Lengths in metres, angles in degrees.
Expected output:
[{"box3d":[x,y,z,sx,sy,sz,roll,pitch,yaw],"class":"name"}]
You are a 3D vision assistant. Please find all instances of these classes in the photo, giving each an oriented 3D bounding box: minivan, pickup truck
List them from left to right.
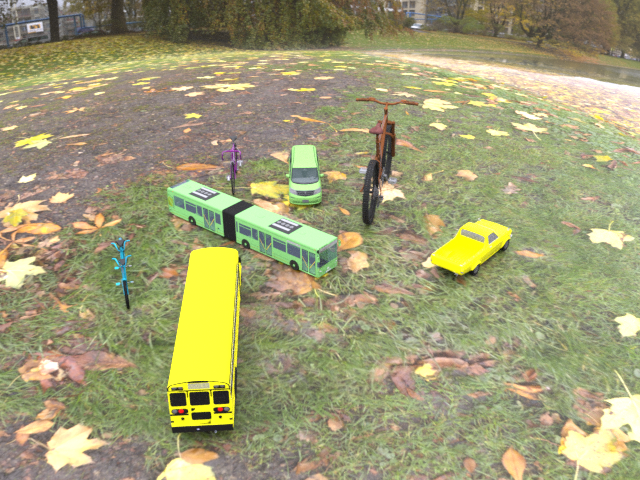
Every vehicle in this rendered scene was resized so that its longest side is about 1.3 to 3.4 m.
[{"box3d":[-0.284,-1.205,12.920,0.681,0.616,1.548,-1,30,-2],"class":"minivan"},{"box3d":[2.360,0.063,10.800,0.640,0.511,1.603,23,37,34],"class":"pickup truck"}]

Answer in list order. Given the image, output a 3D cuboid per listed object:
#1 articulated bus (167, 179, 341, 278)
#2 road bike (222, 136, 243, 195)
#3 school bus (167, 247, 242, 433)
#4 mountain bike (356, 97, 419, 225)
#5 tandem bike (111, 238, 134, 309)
[{"box3d":[-1.161,-0.242,11.285,3.401,0.561,0.605,22,36,33],"class":"articulated bus"},{"box3d":[-1.617,-1.467,13.140,0.358,0.852,1.545,-2,30,-3],"class":"road bike"},{"box3d":[-1.370,1.011,8.802,0.709,0.844,3.322,-2,30,-4],"class":"school bus"},{"box3d":[1.065,-1.488,12.334,1.114,1.688,2.857,7,30,12],"class":"mountain bike"},{"box3d":[-2.850,0.348,10.128,0.283,0.682,1.642,-8,31,-14],"class":"tandem bike"}]
